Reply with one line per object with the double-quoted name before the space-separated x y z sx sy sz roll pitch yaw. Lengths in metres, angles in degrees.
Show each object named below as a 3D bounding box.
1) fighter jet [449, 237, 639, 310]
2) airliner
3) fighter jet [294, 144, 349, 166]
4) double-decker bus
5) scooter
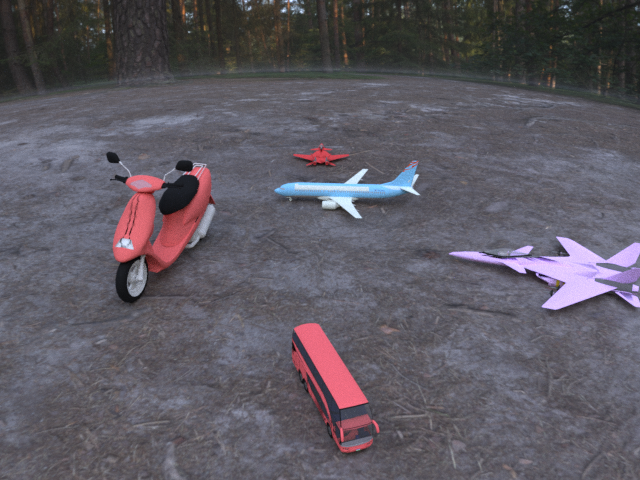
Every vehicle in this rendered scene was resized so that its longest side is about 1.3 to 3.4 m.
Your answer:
"fighter jet" 3.139 0.261 9.872 2.640 0.557 2.229 10 28 19
"airliner" 0.456 -1.023 12.176 2.541 0.835 2.257 3 26 5
"fighter jet" 0.027 -1.866 14.519 1.147 0.286 1.358 0 26 1
"double-decker bus" 0.106 1.519 7.321 0.389 0.541 1.672 -9 27 -17
"scooter" -2.177 -0.436 9.896 1.288 1.786 2.721 8 27 16
